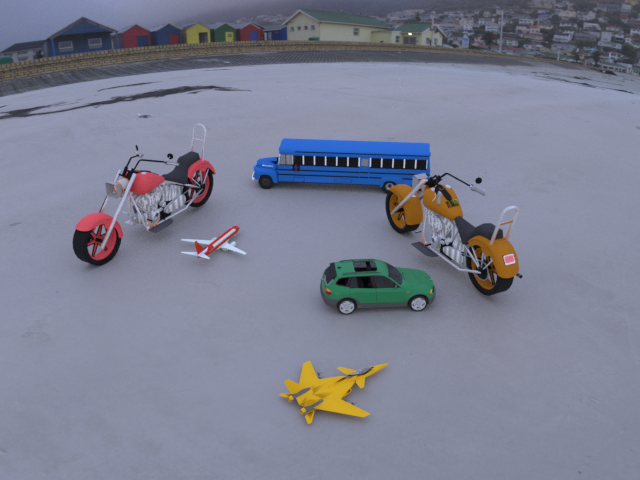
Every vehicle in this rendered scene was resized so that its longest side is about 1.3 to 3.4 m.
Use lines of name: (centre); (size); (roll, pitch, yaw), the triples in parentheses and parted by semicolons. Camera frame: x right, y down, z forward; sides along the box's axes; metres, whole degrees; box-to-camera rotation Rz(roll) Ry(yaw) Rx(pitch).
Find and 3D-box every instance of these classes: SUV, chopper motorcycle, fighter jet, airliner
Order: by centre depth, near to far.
fighter jet: (0.257, 1.580, 7.949); (1.358, 0.286, 1.147); (-18, 33, -31)
SUV: (0.787, 0.589, 9.533); (1.572, 0.580, 0.656); (-2, 28, -4)
chopper motorcycle: (1.860, -0.343, 10.348); (0.906, 1.480, 3.040); (-13, 30, -23)
airliner: (-1.594, -0.045, 10.912); (1.161, 0.429, 1.307); (12, 30, 21)
chopper motorcycle: (-2.746, -0.785, 11.195); (0.906, 1.480, 3.040); (16, 31, 27)

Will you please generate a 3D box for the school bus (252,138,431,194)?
school bus: (0.384, -1.410, 13.083); (3.322, 0.844, 0.709); (3, 28, 5)
